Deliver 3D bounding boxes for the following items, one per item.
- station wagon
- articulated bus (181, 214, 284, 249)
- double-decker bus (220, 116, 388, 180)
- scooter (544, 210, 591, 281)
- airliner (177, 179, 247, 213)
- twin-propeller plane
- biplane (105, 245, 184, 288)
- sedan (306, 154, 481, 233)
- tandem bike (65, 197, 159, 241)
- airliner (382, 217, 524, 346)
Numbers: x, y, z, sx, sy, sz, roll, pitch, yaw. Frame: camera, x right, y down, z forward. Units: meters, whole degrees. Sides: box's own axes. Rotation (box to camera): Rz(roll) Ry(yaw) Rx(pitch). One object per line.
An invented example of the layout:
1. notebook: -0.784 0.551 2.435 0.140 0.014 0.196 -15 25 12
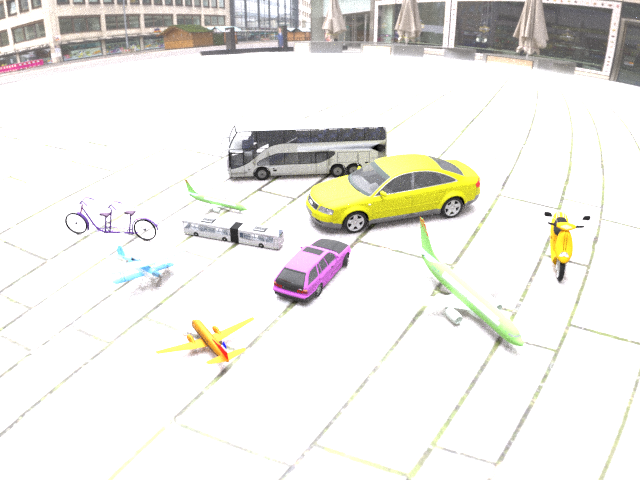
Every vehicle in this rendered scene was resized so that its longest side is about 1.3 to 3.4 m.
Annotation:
1. station wagon: -0.083 0.346 10.437 0.682 0.473 1.597 14 32 23
2. articulated bus: -1.445 -0.142 11.497 1.749 0.289 0.311 9 31 16
3. double-decker bus: -0.310 -1.808 13.690 3.251 1.052 0.756 -3 29 -5
4. scooter: 3.700 -0.065 10.714 0.662 0.919 1.399 6 30 11
5. airliner: -1.872 -0.778 12.488 1.307 0.429 1.161 13 32 22
6. twin-propeller plane: -1.405 1.233 8.919 1.370 0.407 1.095 -17 34 -28
7. biplane: -2.657 0.366 10.369 1.090 0.504 1.336 22 36 34
8. sedan: 1.287 -0.920 12.221 3.137 0.940 1.235 -9 31 -16
9. tandem bike: -3.433 -0.340 11.449 1.642 0.682 0.283 5 30 9
10. airliner: 2.012 0.558 9.687 2.257 0.835 2.541 -13 32 -22
